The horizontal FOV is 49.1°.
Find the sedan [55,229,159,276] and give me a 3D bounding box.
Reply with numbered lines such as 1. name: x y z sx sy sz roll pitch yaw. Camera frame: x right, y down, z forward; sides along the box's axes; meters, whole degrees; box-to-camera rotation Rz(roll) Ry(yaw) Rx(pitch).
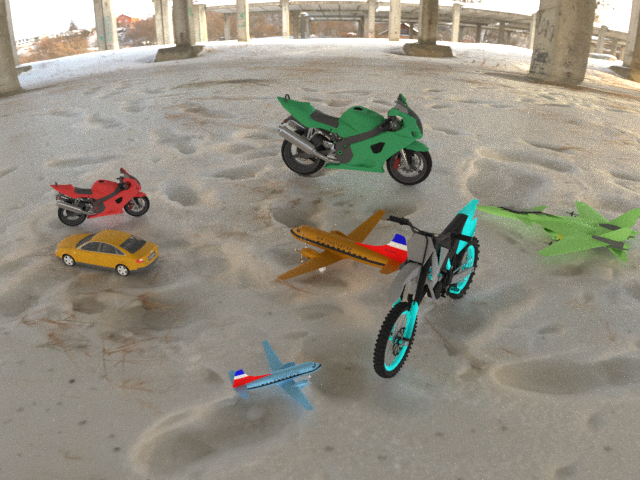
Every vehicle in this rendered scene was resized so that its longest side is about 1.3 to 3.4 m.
1. sedan: -3.202 0.123 10.460 1.613 0.483 0.635 9 29 16

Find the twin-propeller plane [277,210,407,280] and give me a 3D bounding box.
1. twin-propeller plane: 0.393 0.026 10.315 2.129 0.792 2.663 19 34 31

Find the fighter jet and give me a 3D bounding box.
1. fighter jet: 3.746 -0.393 11.346 2.640 0.557 2.229 17 32 28

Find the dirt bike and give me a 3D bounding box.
1. dirt bike: 1.419 0.436 8.623 1.024 1.666 2.903 17 32 28

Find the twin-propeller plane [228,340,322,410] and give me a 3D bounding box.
1. twin-propeller plane: -0.475 1.512 7.947 1.095 0.407 1.370 -13 31 -22

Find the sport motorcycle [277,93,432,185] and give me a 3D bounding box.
1. sport motorcycle: 0.631 -1.869 13.001 2.955 1.596 0.983 7 29 13

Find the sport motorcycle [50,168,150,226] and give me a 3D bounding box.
1. sport motorcycle: -3.617 -0.686 11.614 1.520 0.821 0.506 -10 30 -17
